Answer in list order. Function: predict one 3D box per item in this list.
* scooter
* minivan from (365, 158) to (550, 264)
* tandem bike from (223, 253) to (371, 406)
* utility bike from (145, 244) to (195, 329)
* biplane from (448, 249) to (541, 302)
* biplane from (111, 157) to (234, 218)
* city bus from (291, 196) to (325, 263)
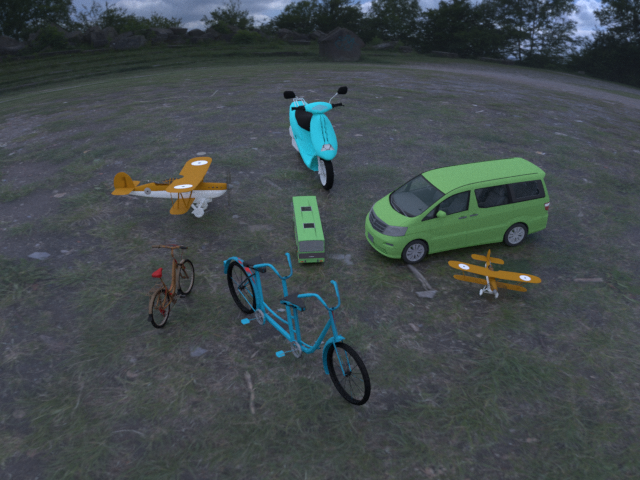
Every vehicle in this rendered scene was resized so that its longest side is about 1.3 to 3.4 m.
[{"bbox_3d":[-0.160,-2.258,14.117,1.288,1.786,2.721,-8,29,-14],"label":"scooter"},{"bbox_3d":[2.238,-0.540,11.510,3.011,1.197,1.324,-9,29,-16],"label":"minivan"},{"bbox_3d":[-0.396,0.843,8.769,0.550,1.326,3.192,-19,33,-32],"label":"tandem bike"},{"bbox_3d":[-2.116,0.562,9.703,0.535,0.946,1.435,7,29,13],"label":"utility bike"},{"bbox_3d":[2.528,0.508,10.276,1.336,0.504,1.090,3,28,5],"label":"biplane"},{"bbox_3d":[-2.589,-0.926,12.467,2.120,0.981,2.598,0,28,0],"label":"biplane"},{"bbox_3d":[-0.204,-0.179,11.615,0.476,0.460,1.674,-2,28,-4],"label":"city bus"}]
